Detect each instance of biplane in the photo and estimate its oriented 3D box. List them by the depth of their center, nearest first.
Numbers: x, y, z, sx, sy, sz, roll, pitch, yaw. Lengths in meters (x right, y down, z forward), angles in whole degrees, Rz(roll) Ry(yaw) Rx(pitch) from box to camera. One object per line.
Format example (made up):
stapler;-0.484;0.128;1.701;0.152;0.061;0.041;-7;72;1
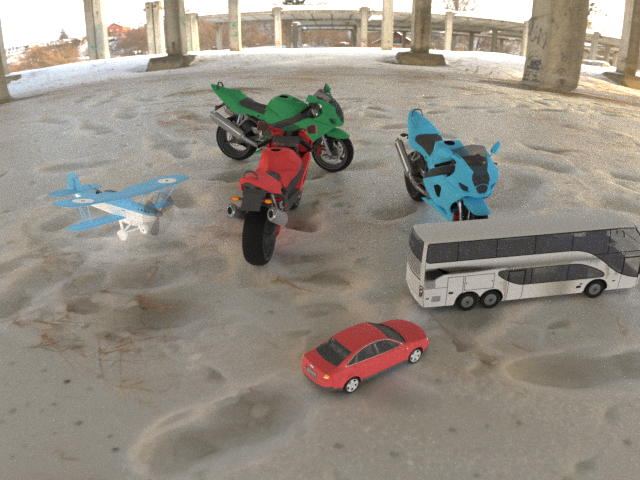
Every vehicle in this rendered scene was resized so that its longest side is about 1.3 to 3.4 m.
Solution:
biplane;-3.243;-0.606;11.069;2.120;0.981;2.598;15;30;28

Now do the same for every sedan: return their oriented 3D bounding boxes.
sedan;0.548;1.224;7.952;1.613;0.483;0.635;-17;31;-31

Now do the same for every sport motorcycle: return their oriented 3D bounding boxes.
sport motorcycle;-0.676;-0.808;10.783;0.983;1.596;2.955;5;27;10
sport motorcycle;1.993;-1.009;11.188;0.983;1.596;2.955;-7;27;-13
sport motorcycle;-0.750;-2.207;13.593;2.955;1.596;0.983;9;28;18

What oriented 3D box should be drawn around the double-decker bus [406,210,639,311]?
double-decker bus;2.776;0.236;9.299;3.251;1.052;0.756;-5;27;-9
